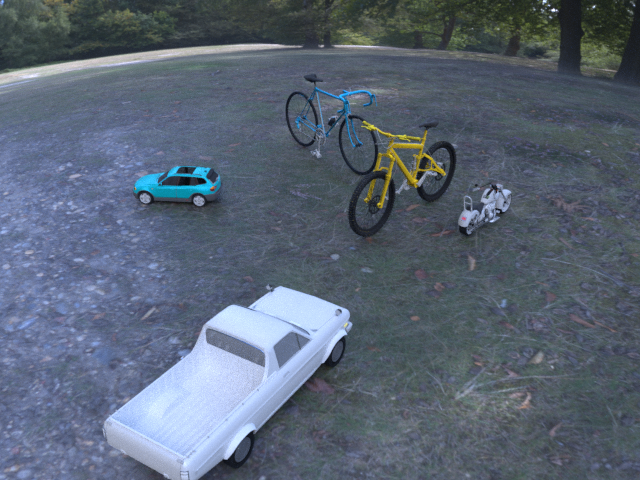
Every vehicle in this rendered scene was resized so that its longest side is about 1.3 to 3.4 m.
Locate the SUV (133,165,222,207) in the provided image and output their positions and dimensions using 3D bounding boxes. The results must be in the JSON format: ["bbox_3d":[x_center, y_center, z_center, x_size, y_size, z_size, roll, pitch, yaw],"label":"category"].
[{"bbox_3d":[-2.529,-0.996,12.427,1.572,0.580,0.656,3,29,5],"label":"SUV"}]

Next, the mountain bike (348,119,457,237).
[{"bbox_3d":[1.436,-1.153,11.570,1.114,1.688,2.857,24,37,37],"label":"mountain bike"}]

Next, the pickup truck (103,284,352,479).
[{"bbox_3d":[-0.863,1.388,7.705,1.244,0.993,3.117,17,33,28],"label":"pickup truck"}]

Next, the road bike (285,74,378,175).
[{"bbox_3d":[0.166,-2.372,13.799,0.697,1.656,3.004,-20,35,-31],"label":"road bike"}]

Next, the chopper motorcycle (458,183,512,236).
[{"bbox_3d":[2.759,-0.605,11.536,0.466,0.761,1.563,23,36,35],"label":"chopper motorcycle"}]
